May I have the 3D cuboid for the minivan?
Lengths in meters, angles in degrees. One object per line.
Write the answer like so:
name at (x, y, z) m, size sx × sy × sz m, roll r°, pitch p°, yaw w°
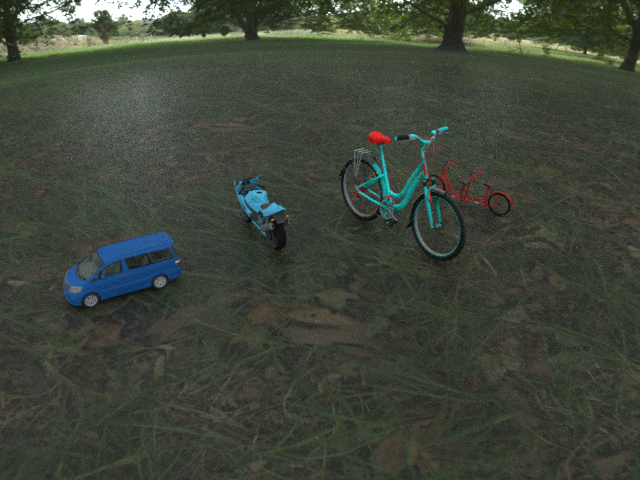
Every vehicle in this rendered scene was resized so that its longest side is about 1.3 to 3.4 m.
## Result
minivan at (-2.706, 0.383, 9.526) m, size 1.548 × 0.616 × 0.681 m, roll -15°, pitch 32°, yaw -25°

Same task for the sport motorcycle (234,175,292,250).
sport motorcycle at (-0.912, -0.447, 10.817) m, size 0.506 × 0.821 × 1.520 m, roll -16°, pitch 33°, yaw -26°

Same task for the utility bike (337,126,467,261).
utility bike at (1.246, -0.906, 10.597) m, size 1.039 × 1.839 × 2.791 m, roll -21°, pitch 35°, yaw -33°

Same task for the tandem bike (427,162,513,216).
tandem bike at (2.481, -0.883, 11.752) m, size 1.642 × 0.682 × 0.283 m, roll 21°, pitch 35°, yaw 33°
